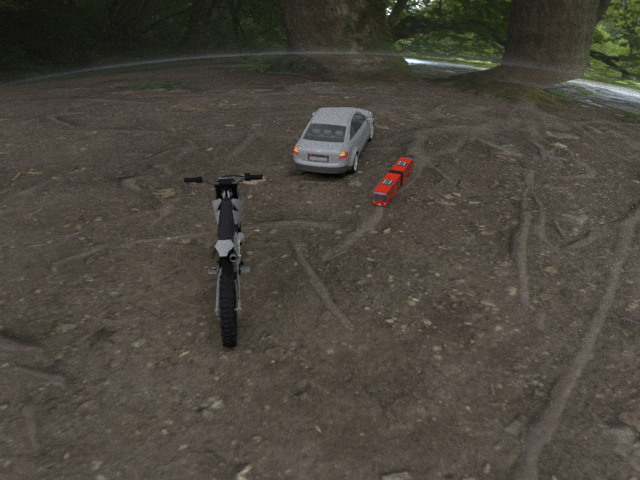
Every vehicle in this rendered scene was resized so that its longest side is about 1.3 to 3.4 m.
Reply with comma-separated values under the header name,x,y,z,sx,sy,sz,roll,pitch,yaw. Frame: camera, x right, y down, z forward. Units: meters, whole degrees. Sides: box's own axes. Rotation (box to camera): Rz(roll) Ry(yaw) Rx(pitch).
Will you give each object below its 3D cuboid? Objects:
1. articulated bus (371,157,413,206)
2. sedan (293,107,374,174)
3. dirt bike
name,x,y,z,sx,sy,sz,roll,pitch,yaw
articulated bus,1.338,-1.079,12.711,0.311,0.289,1.749,11,30,19
sedan,0.336,-2.184,14.057,1.235,0.940,3.137,7,29,12
dirt bike,-1.222,0.045,9.211,1.024,1.666,2.903,-3,29,-5
